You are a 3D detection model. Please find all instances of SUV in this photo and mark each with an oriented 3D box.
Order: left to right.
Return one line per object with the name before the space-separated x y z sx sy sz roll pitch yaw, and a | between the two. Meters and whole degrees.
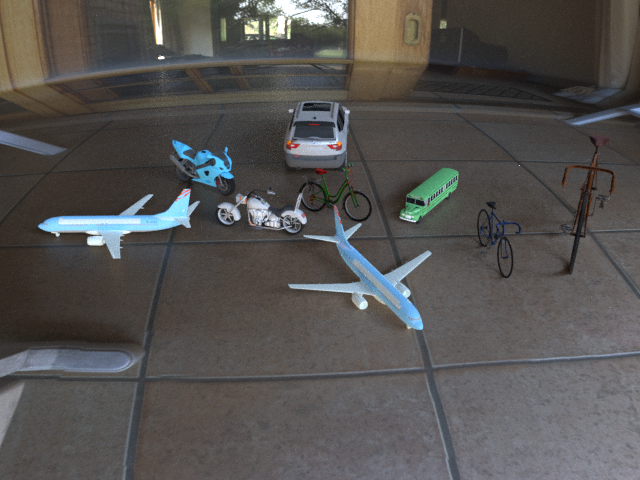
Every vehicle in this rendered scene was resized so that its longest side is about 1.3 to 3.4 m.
SUV | -0.037 -2.320 14.363 1.276 1.128 3.058 1 28 3

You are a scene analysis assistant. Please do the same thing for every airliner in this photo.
airliner | -3.237 -0.426 11.086 2.541 0.835 2.257 0 28 0
airliner | 0.724 0.358 9.600 2.257 0.835 2.541 -12 30 -22

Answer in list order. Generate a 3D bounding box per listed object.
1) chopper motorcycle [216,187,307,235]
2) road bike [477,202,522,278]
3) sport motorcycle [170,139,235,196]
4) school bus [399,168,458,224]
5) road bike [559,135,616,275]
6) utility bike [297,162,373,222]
chopper motorcycle | -0.964 -0.494 11.293 1.563 0.761 0.466 9 29 16
road bike | 2.603 -0.079 10.410 0.358 0.852 1.545 -3 28 -6
sport motorcycle | -2.134 -1.335 12.824 1.520 0.821 0.506 19 33 32
school bus | 1.907 -0.781 12.188 0.365 0.434 1.708 17 32 29
road bike | 4.080 -0.679 10.686 0.696 1.656 3.004 12 30 21
utility bike | 0.258 -0.856 11.782 1.435 0.946 0.535 14 31 25
